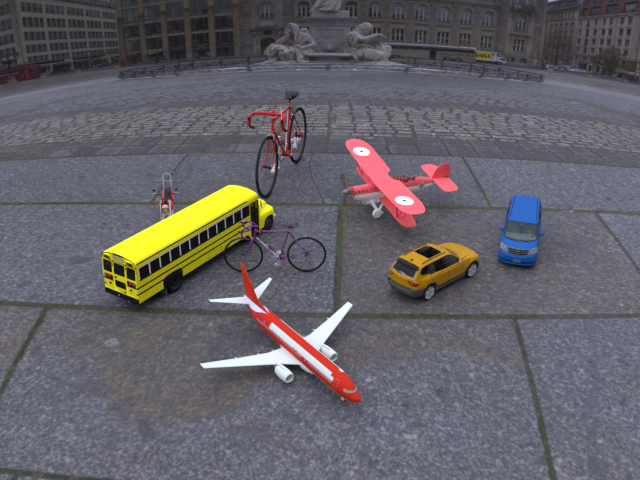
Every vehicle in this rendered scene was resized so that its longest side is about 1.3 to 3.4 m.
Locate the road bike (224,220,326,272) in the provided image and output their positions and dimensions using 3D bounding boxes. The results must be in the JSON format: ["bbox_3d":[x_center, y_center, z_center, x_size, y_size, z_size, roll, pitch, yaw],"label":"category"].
[{"bbox_3d":[-0.676,0.110,10.469,1.545,0.852,0.358,0,28,-1],"label":"road bike"}]

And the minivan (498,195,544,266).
[{"bbox_3d":[3.239,-0.166,11.250,0.681,0.616,1.548,9,29,16],"label":"minivan"}]

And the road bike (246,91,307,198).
[{"bbox_3d":[-0.717,-1.974,13.587,0.696,1.656,3.004,8,29,14],"label":"road bike"}]

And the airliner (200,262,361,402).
[{"bbox_3d":[-0.318,1.114,8.566,2.257,0.835,2.541,-19,33,-32],"label":"airliner"}]

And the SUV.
[{"bbox_3d":[1.692,0.356,10.291,1.572,0.580,0.656,-22,35,-36],"label":"SUV"}]

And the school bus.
[{"bbox_3d":[-1.864,-0.069,10.819,0.709,0.844,3.322,16,32,28],"label":"school bus"}]

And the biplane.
[{"bbox_3d":[1.380,-0.946,12.349,2.120,0.981,2.598,-10,29,-19],"label":"biplane"}]

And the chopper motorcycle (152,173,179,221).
[{"bbox_3d":[-2.576,-0.514,11.759,0.466,0.761,1.563,-4,28,-8],"label":"chopper motorcycle"}]
